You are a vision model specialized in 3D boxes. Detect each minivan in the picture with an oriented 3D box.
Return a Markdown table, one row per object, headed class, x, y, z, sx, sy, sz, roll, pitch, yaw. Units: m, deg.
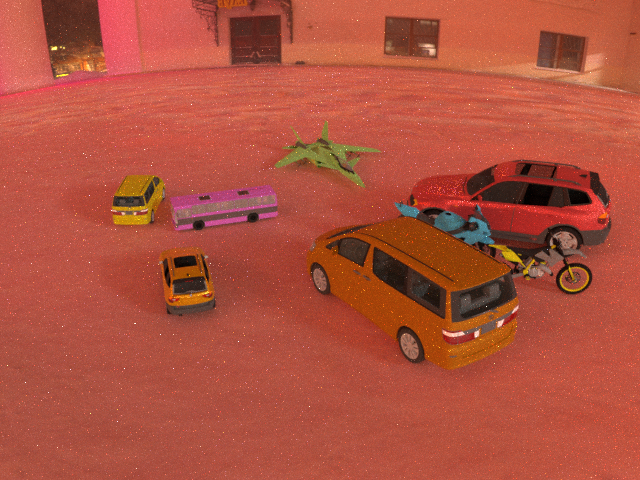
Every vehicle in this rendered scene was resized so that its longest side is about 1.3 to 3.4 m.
| class | x | y | z | sx | sy | sz | roll | pitch | yaw |
| --- | --- | --- | --- | --- | --- | --- | --- | --- | --- |
| minivan | 1.005 | 0.406 | 8.681 | 1.324 | 1.197 | 3.011 | -17 | 31 | -30 |
| minivan | -2.996 | -0.756 | 11.632 | 0.681 | 0.616 | 1.548 | 0 | 27 | -1 |

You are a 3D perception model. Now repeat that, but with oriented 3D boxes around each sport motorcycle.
| class | x | y | z | sx | sy | sz | roll | pitch | yaw |
| --- | --- | --- | --- | --- | --- | --- | --- | --- | --- |
| sport motorcycle | 1.795 | -0.105 | 10.111 | 1.520 | 0.821 | 0.506 | 10 | 28 | 18 |

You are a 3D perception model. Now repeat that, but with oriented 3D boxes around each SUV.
| class | x | y | z | sx | sy | sz | roll | pitch | yaw |
| --- | --- | --- | --- | --- | --- | --- | --- | --- | --- |
| SUV | -1.782 | 0.442 | 9.295 | 0.656 | 0.580 | 1.572 | -7 | 28 | -14 |
| SUV | 2.885 | -0.616 | 10.784 | 3.058 | 1.128 | 1.276 | 8 | 28 | 16 |

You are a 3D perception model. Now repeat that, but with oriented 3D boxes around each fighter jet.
| class | x | y | z | sx | sy | sz | roll | pitch | yaw |
| --- | --- | --- | --- | --- | --- | --- | --- | --- | --- |
| fighter jet | 0.264 | -1.628 | 13.425 | 2.229 | 0.557 | 2.640 | -11 | 29 | -21 |

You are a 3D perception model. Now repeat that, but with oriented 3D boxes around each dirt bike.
| class | x | y | z | sx | sy | sz | roll | pitch | yaw |
| --- | --- | --- | --- | --- | --- | --- | --- | --- | --- |
| dirt bike | 2.852 | 0.327 | 9.215 | 1.493 | 0.857 | 0.527 | 2 | 27 | 3 |

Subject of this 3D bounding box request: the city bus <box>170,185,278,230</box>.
| class | x | y | z | sx | sy | sz | roll | pitch | yaw |
| --- | --- | --- | --- | --- | --- | --- | --- | --- | --- |
| city bus | -1.546 | -0.510 | 11.316 | 1.674 | 0.460 | 0.476 | -9 | 28 | -17 |
